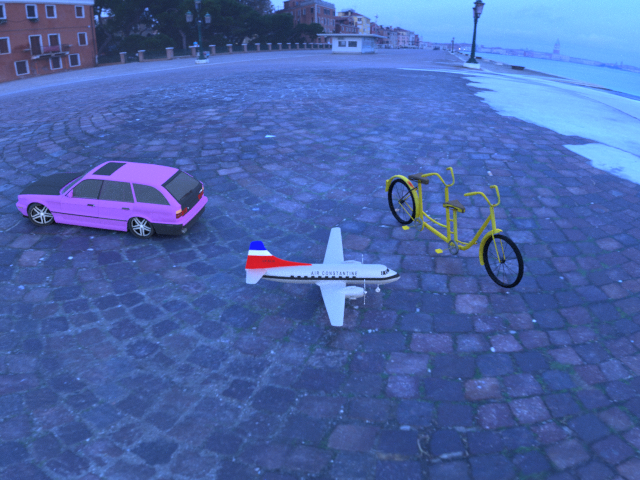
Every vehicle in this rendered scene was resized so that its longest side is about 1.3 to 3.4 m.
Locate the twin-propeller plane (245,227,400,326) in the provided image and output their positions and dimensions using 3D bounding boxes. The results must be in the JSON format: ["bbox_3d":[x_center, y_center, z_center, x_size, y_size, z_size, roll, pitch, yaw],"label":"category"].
[{"bbox_3d":[0.040,0.369,9.556,2.129,0.792,2.663,0,27,1],"label":"twin-propeller plane"}]

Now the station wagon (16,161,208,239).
[{"bbox_3d":[-3.494,-0.776,11.626,3.105,0.920,1.327,7,28,13],"label":"station wagon"}]

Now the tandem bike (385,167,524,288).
[{"bbox_3d":[1.925,-0.423,10.506,0.550,1.326,3.192,-15,31,-27],"label":"tandem bike"}]
